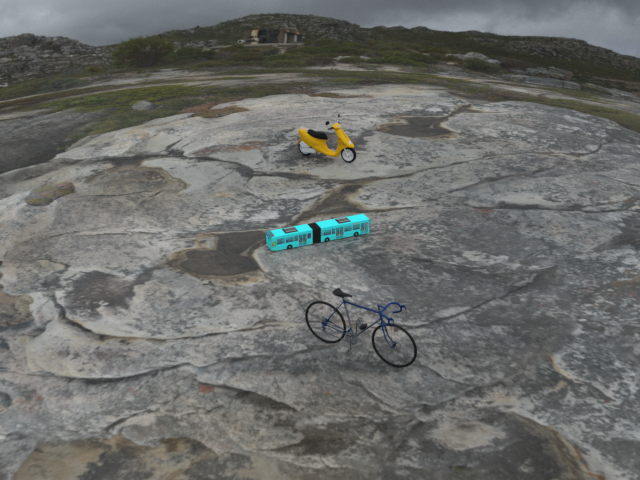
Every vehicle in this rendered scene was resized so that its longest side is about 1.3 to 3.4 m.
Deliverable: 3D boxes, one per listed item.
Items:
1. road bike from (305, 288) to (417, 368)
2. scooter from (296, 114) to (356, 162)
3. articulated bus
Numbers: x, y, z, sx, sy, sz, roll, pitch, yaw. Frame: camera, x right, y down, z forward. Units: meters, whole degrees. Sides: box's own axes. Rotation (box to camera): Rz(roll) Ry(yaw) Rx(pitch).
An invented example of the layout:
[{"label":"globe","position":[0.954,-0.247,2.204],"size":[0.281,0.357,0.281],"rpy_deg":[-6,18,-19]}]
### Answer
[{"label":"road bike","position":[0.472,1.027,8.466],"size":[1.545,0.852,0.358],"rpy_deg":[15,31,28]},{"label":"scooter","position":[0.122,-2.138,14.656],"size":[1.399,0.919,0.662],"rpy_deg":[12,29,23]},{"label":"articulated bus","position":[-0.007,-0.128,11.376],"size":[1.749,0.289,0.311],"rpy_deg":[-11,29,-21]}]
